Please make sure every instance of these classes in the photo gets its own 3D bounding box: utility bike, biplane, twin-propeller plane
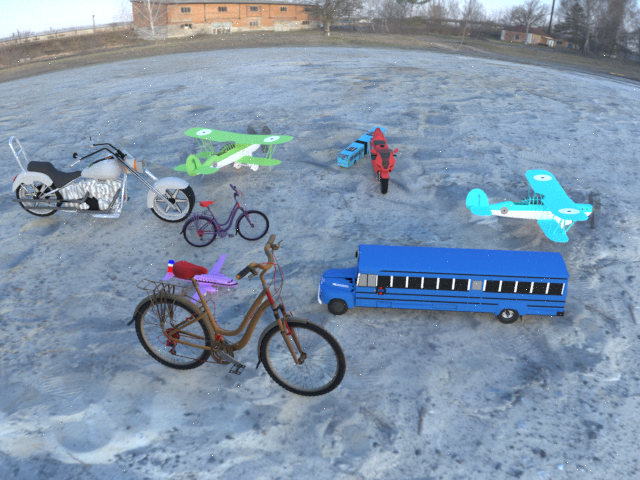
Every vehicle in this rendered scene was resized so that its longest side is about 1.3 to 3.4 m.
[{"bbox_3d":[-1.010,0.849,8.187,2.791,1.839,1.039,9,32,14],"label":"utility bike"},{"bbox_3d":[-1.533,-0.379,11.143,1.435,0.946,0.535,-7,31,-12],"label":"utility bike"},{"bbox_3d":[3.429,-0.527,11.359,2.120,0.981,2.598,2,31,3],"label":"biplane"},{"bbox_3d":[-1.708,0.517,10.155,1.095,0.407,1.370,7,31,11],"label":"twin-propeller plane"},{"bbox_3d":[-1.777,-1.616,13.201,2.598,0.981,2.120,20,36,30],"label":"biplane"}]

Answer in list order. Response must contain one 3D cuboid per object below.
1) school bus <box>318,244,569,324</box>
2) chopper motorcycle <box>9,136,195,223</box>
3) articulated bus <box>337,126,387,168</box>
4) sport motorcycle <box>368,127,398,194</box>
[{"bbox_3d":[1.634,0.573,9.632,3.322,0.844,0.709,2,31,4],"label":"school bus"},{"bbox_3d":[-3.644,-1.004,11.674,3.040,1.480,0.906,1,31,2],"label":"chopper motorcycle"},{"bbox_3d":[0.878,-1.926,14.406,0.311,0.289,1.749,16,34,25],"label":"articulated bus"},{"bbox_3d":[1.150,-1.497,13.157,0.506,0.821,1.520,-1,31,-2],"label":"sport motorcycle"}]
